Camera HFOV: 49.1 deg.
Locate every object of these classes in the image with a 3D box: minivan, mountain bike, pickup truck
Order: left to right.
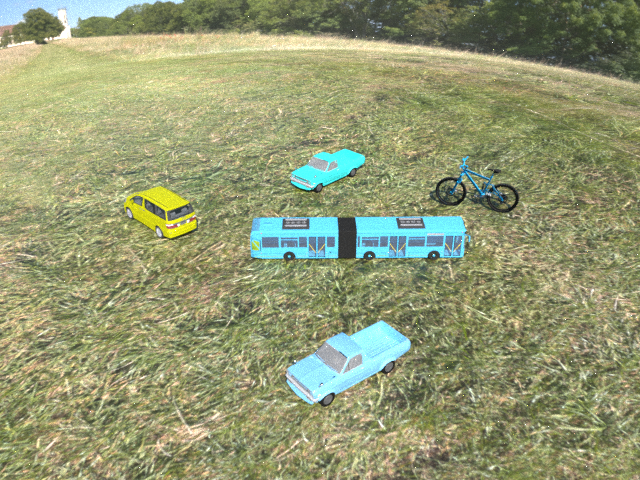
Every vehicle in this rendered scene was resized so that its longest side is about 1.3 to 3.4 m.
[{"bbox_3d":[-2.765,-0.553,11.952,0.681,0.616,1.548,-26,39,-37],"label":"minivan"},{"bbox_3d":[0.164,-1.415,13.549,0.640,0.511,1.603,25,39,37],"label":"pickup truck"},{"bbox_3d":[0.364,1.444,8.597,1.603,0.511,0.640,-21,36,-32],"label":"pickup truck"},{"bbox_3d":[2.785,-0.940,12.369,1.469,0.868,0.573,9,31,15],"label":"mountain bike"}]

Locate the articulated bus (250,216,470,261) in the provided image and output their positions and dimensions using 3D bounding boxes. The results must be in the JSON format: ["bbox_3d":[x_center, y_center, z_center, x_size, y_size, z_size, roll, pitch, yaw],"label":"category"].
[{"bbox_3d":[0.614,-0.035,11.109,3.401,0.561,0.605,0,30,-1],"label":"articulated bus"}]
